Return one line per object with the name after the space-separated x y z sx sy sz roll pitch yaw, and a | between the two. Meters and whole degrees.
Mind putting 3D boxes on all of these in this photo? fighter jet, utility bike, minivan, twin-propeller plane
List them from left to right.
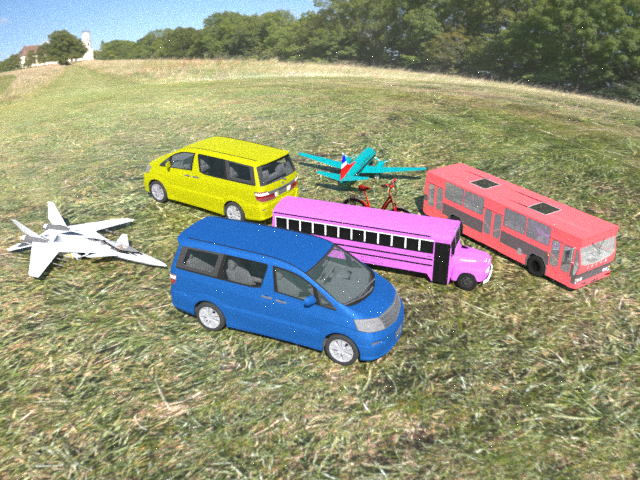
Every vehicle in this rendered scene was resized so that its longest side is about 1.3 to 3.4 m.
-3.485 -0.004 10.856 2.640 0.557 2.229 11 28 22 | fighter jet
-1.856 -1.193 12.587 3.011 1.197 1.324 16 30 30 | minivan
-0.417 0.570 8.929 3.011 1.197 1.324 11 28 21 | minivan
0.746 -1.561 13.815 2.663 0.792 2.129 9 27 18 | twin-propeller plane
0.958 -0.567 11.577 1.435 0.946 0.535 14 29 27 | utility bike

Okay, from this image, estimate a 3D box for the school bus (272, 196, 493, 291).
0.912 0.006 10.505 3.322 0.844 0.709 9 27 19 | school bus

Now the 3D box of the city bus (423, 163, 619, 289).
3.008 -0.284 11.050 0.926 0.894 3.255 -16 30 -29 | city bus
